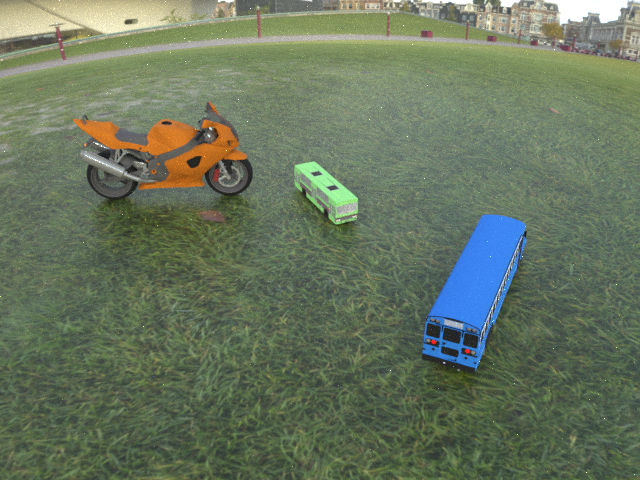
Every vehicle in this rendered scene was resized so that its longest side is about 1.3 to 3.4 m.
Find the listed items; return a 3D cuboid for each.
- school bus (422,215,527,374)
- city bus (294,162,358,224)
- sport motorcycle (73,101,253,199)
[{"bbox_3d":[2.213,0.524,9.518,0.709,0.844,3.322,13,33,21],"label":"school bus"},{"bbox_3d":[0.080,-0.823,12.188,0.476,0.460,1.674,-14,33,-22],"label":"city bus"},{"bbox_3d":[-2.666,-1.472,12.171,2.955,1.596,0.983,-2,30,-3],"label":"sport motorcycle"}]
